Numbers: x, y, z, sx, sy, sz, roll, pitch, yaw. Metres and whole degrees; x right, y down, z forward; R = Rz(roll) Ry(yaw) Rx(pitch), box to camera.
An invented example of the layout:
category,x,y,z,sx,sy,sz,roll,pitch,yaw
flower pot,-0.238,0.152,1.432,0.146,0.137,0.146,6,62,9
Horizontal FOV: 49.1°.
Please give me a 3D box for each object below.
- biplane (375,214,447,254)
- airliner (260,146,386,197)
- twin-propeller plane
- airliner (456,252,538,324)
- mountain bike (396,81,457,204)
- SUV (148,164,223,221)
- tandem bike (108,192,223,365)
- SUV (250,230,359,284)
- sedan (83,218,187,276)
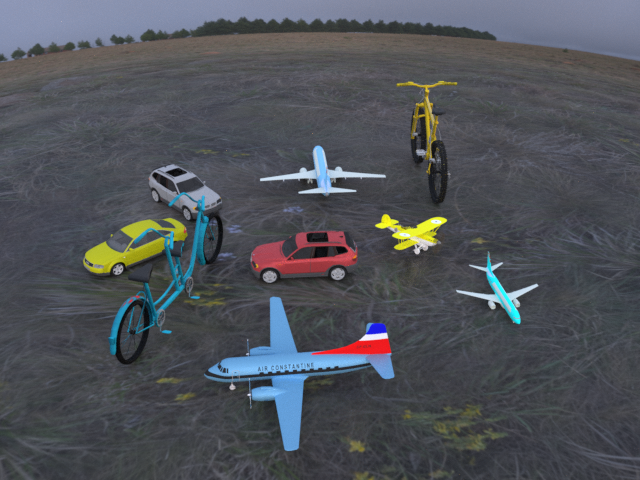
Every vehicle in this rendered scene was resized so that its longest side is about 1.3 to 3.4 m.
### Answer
category,x,y,z,sx,sy,sz,roll,pitch,yaw
biplane,1.396,-0.113,10.740,1.090,0.504,1.336,22,36,34
airliner,0.037,-1.415,12.730,2.257,0.835,2.541,-2,29,-3
twin-propeller plane,-0.242,1.321,7.881,2.129,0.792,2.663,-3,29,-6
airliner,2.460,0.648,9.456,1.161,0.429,1.307,-4,29,-7
mountain bike,1.970,-1.865,12.662,1.114,1.688,2.857,-2,29,-3
SUV,-2.327,-0.851,11.983,0.656,0.580,1.572,-25,38,-37
tandem bike,-1.924,0.317,9.130,0.550,1.326,3.192,8,30,14
SUV,-0.222,0.207,10.091,1.572,0.580,0.656,-2,29,-4
sedan,-2.757,0.046,10.478,1.613,0.483,0.635,-24,37,-36
